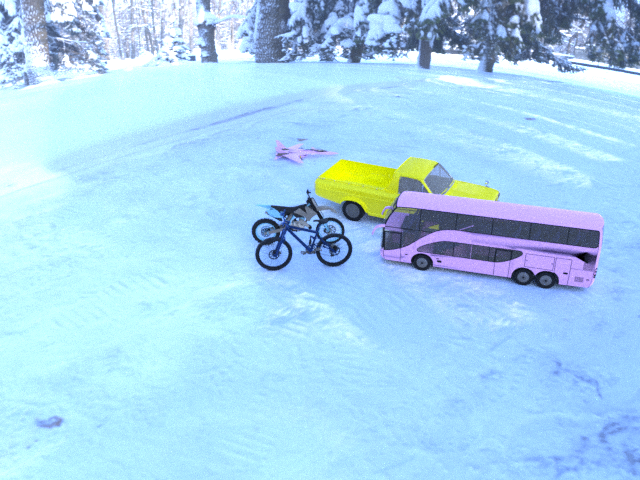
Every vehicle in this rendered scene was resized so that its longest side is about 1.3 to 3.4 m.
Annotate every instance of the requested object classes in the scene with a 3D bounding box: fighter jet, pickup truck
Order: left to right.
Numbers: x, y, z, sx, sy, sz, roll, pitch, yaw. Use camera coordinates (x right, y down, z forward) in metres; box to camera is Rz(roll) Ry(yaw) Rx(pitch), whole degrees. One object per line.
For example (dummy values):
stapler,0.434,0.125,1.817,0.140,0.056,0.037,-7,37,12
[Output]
fighter jet,-0.279,-1.895,14.708,1.358,0.286,1.147,-1,28,-1
pickup truck,1.483,-0.851,11.992,3.117,0.993,1.244,13,31,23

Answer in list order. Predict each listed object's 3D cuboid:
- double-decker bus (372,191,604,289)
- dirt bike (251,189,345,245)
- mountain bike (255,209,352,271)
double-decker bus,2.433,-0.031,10.389,3.251,1.052,0.756,8,29,15
dirt bike,-0.350,-0.315,11.129,1.493,0.857,0.527,0,28,0
mountain bike,-0.238,0.041,10.448,1.469,0.868,0.573,-4,28,-7
